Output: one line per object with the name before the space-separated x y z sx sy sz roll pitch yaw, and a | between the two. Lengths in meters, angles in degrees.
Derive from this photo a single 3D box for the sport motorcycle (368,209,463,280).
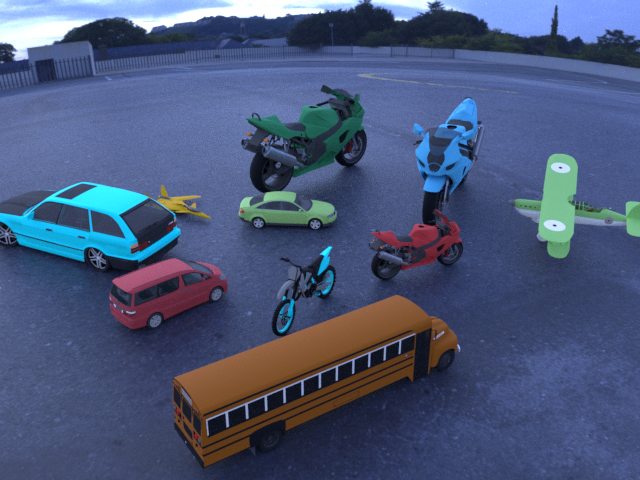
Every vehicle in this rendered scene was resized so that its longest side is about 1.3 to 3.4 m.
sport motorcycle | 1.391 0.090 9.920 1.520 0.821 0.506 -11 29 -21

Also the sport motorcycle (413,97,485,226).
sport motorcycle | 2.226 -1.385 11.994 0.983 1.596 2.955 10 28 19

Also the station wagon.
station wagon | -3.696 -0.345 10.675 3.105 0.920 1.327 12 29 22

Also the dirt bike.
dirt bike | -0.177 0.587 8.887 0.527 0.857 1.493 15 30 27

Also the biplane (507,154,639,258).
biplane | 3.946 -0.400 10.719 2.120 0.981 2.598 9 28 16

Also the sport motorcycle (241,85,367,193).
sport motorcycle | -0.161 -1.870 12.961 2.955 1.596 0.983 -23 35 -38

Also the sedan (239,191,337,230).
sedan | -0.528 -0.517 11.506 1.613 0.483 0.635 2 27 3

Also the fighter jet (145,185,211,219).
fighter jet | -2.363 -0.600 11.891 1.358 0.286 1.147 17 31 30

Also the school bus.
school bus | 0.117 1.345 7.392 3.322 0.844 0.709 -17 31 -30

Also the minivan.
minivan | -1.937 0.609 9.114 1.548 0.616 0.681 -23 35 -38
